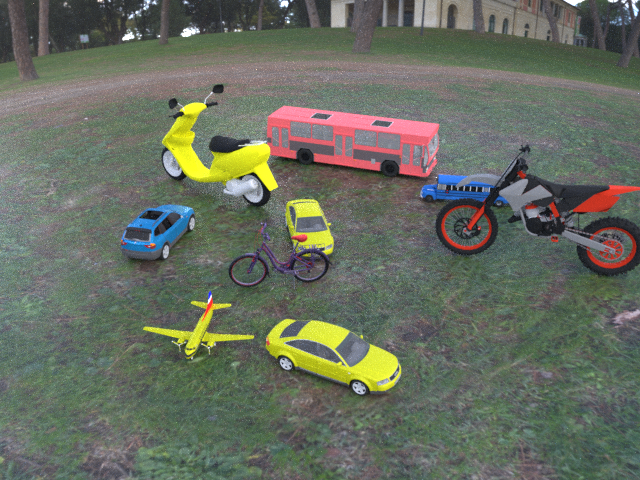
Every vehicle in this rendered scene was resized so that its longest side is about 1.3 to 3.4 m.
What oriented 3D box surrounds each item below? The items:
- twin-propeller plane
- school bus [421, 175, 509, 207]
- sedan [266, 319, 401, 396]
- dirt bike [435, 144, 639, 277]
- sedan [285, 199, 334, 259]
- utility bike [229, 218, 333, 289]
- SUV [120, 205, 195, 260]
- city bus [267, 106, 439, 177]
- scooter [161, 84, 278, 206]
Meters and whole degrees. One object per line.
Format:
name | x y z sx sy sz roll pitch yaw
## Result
twin-propeller plane | -1.450 1.042 8.486 1.370 0.407 1.095 4 28 7
school bus | 2.608 -0.861 12.088 1.708 0.434 0.365 4 28 8
sedan | 0.146 1.269 7.973 1.613 0.483 0.635 14 31 25
dirt bike | 3.097 -0.372 9.828 2.903 1.666 1.024 8 29 15
sedan | -0.178 -0.233 10.836 0.635 0.483 1.613 -4 28 -8
utility bike | -0.522 0.234 9.447 1.435 0.946 0.535 -4 28 -8
SUV | -2.456 -0.212 10.692 0.656 0.580 1.572 7 28 12
city bus | 0.612 -1.895 13.563 3.255 0.894 0.926 10 29 19
scooter | -1.847 -1.642 12.121 2.721 1.786 1.288 19 33 32
